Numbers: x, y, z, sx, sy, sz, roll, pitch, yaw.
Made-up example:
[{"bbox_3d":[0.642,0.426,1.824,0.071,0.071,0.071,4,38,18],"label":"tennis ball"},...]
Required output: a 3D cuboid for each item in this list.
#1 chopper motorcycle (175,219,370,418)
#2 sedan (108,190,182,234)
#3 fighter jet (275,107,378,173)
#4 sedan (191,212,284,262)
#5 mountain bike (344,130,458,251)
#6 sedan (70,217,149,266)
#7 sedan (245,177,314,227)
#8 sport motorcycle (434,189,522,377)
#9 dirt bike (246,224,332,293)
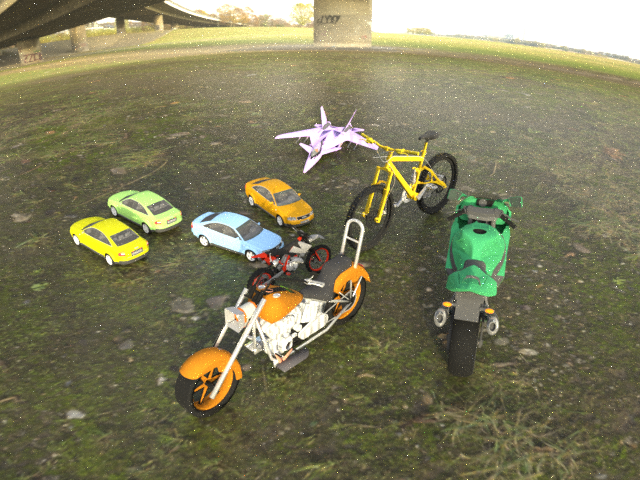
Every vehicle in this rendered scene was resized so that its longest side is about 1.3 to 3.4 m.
[{"bbox_3d":[-0.472,0.869,8.391,0.906,1.480,3.040,25,38,37],"label":"chopper motorcycle"},{"bbox_3d":[-3.011,-0.568,11.923,1.613,0.483,0.635,24,37,35],"label":"sedan"},{"bbox_3d":[0.067,-2.070,14.488,2.229,0.557,2.640,8,31,14],"label":"fighter jet"},{"bbox_3d":[-1.316,-0.113,11.123,1.613,0.483,0.635,17,34,27],"label":"sedan"},{"bbox_3d":[1.393,-0.918,11.322,1.114,1.688,2.857,26,39,37],"label":"mountain bike"},{"bbox_3d":[-3.355,-0.071,11.050,1.613,0.483,0.635,23,37,35],"label":"sedan"},{"bbox_3d":[-0.717,-0.716,12.183,0.635,0.483,1.613,-19,35,-30],"label":"sedan"},{"bbox_3d":[1.993,0.432,9.042,0.983,1.596,2.955,8,31,13],"label":"sport motorcycle"},{"bbox_3d":[-0.430,0.276,10.063,1.493,0.857,0.527,-21,36,-32],"label":"dirt bike"}]
